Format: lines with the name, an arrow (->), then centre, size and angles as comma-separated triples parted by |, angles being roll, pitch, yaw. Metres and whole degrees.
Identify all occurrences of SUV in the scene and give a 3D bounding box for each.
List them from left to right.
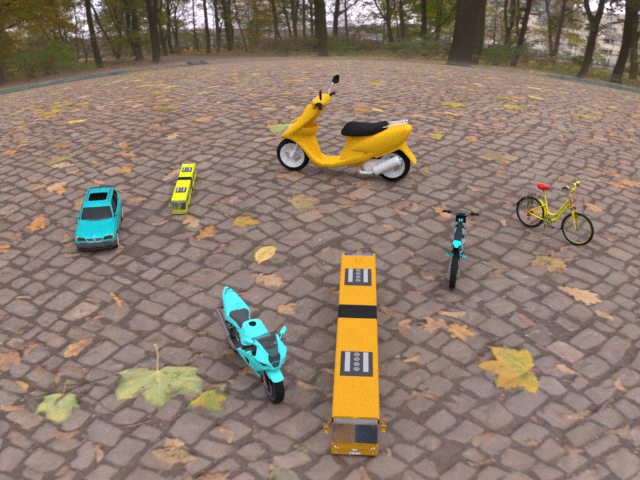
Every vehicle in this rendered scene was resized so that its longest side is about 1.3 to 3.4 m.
SUV -> -3.544, -0.373, 11.241 | 0.656, 0.580, 1.572 | -5, 29, -9

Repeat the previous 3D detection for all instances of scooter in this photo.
scooter -> 0.470, -2.029, 13.055 | 2.721, 1.786, 1.288 | 7, 29, 14

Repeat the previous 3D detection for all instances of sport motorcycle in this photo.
sport motorcycle -> -0.777, 1.196, 8.060 | 0.506, 0.821, 1.520 | -14, 31, -25

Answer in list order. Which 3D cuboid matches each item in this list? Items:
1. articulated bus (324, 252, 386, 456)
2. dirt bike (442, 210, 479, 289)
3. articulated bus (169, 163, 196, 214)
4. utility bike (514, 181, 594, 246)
articulated bus -> 0.437, 1.174, 8.376 | 0.605, 0.561, 3.401 | 2, 28, 3
dirt bike -> 1.996, 0.041, 10.176 | 0.527, 0.857, 1.493 | 7, 29, 12
articulated bus -> -2.447, -0.952, 12.630 | 0.311, 0.289, 1.749 | -2, 28, -3
utility bike -> 3.753, -0.523, 11.135 | 0.535, 0.946, 1.435 | -23, 36, -36
